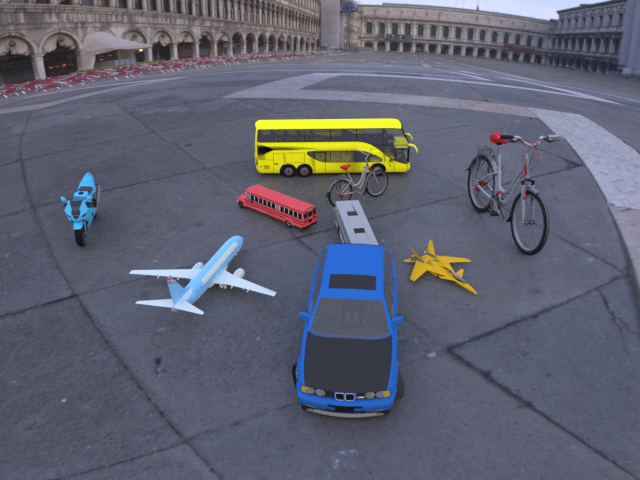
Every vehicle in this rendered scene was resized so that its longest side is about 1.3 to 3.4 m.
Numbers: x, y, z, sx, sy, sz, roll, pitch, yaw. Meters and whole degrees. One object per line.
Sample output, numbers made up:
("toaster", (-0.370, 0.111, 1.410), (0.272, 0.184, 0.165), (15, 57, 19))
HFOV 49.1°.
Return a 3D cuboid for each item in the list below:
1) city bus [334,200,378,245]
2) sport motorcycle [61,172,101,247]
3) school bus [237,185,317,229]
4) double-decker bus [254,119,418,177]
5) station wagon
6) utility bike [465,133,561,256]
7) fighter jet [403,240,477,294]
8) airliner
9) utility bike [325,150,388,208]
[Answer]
("city bus", (0.577, -0.093, 11.390), (0.476, 0.460, 1.674), (-4, 28, -7))
("sport motorcycle", (-3.984, -0.529, 11.831), (0.506, 0.821, 1.520), (-3, 28, -6))
("school bus", (-0.800, -0.611, 12.404), (1.708, 0.434, 0.365), (22, 35, 36))
("double-decker bus", (0.306, -1.881, 14.157), (3.251, 1.052, 0.756), (-1, 28, -2))
("station wagon", (0.401, 0.953, 8.904), (1.327, 0.920, 3.105), (2, 28, 4))
("utility bike", (3.197, -1.025, 11.681), (1.039, 1.839, 2.791), (-7, 28, -13))
("fighter jet", (1.911, 0.434, 10.574), (1.147, 0.286, 1.358), (-16, 32, -28))
("airliner", (-1.626, 0.322, 10.198), (2.257, 0.835, 2.541), (8, 29, 14))
("utility bike", (0.668, -1.153, 12.886), (1.435, 0.946, 0.535), (-17, 32, -29))
